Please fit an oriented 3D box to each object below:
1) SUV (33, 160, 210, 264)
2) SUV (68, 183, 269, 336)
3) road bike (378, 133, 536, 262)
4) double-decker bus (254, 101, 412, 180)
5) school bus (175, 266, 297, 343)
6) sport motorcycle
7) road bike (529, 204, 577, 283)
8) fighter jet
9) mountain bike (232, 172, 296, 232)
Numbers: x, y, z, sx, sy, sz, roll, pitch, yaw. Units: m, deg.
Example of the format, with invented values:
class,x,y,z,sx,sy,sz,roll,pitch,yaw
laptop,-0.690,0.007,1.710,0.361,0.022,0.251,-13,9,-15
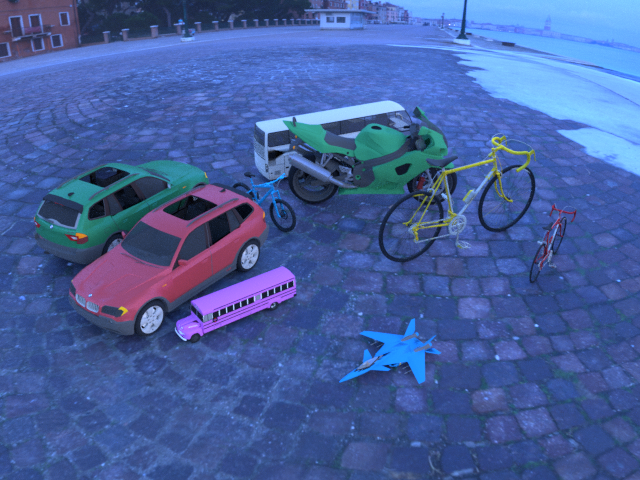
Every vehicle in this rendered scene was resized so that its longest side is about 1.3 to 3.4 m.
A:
class,x,y,z,sx,sy,sz,roll,pitch,yaw
SUV,-3.060,-0.661,11.124,1.276,1.128,3.058,17,35,26
SUV,-2.030,0.152,9.762,1.276,1.128,3.058,21,37,31
road bike,2.155,-0.630,10.558,3.004,1.656,0.697,-16,34,-25
double-decker bus,0.344,-1.923,13.311,3.251,1.052,0.756,-13,33,-21
school bus,-1.109,0.843,9.282,1.708,0.434,0.365,-20,36,-30
sport motorcycle,0.862,-1.335,11.795,2.955,1.596,0.983,1,31,1
road bike,3.371,0.024,10.246,0.358,0.852,1.545,19,36,29
fighter jet,0.782,1.394,8.502,1.358,0.286,1.147,-20,36,-29
mountain bike,-0.945,-0.675,11.401,1.469,0.868,0.573,24,38,34
